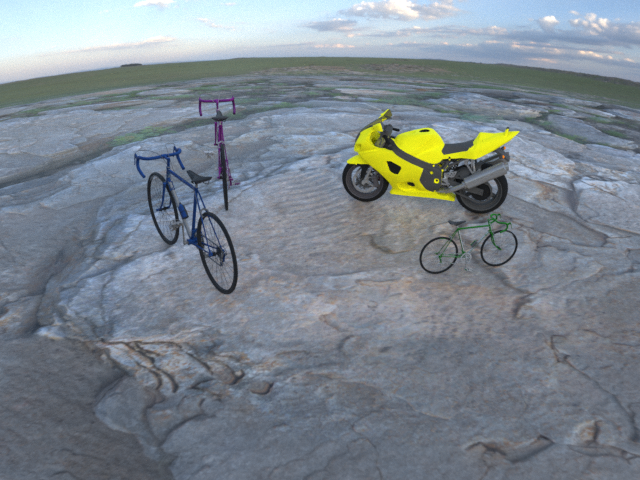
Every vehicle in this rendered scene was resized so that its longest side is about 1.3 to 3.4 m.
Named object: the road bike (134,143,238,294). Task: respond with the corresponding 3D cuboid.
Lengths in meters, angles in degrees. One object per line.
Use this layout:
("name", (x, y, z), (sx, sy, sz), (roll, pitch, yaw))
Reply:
("road bike", (-1.924, -0.375, 10.086), (0.697, 1.656, 3.004), (-17, 30, -30))

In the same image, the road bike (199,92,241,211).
("road bike", (-1.817, -1.704, 12.830), (0.696, 1.656, 3.004), (-4, 26, -9))

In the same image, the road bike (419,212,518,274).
("road bike", (2.170, 0.058, 10.116), (1.545, 0.852, 0.358), (-6, 27, -13))

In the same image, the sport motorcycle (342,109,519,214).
("sport motorcycle", (1.829, -1.307, 12.079), (2.955, 1.596, 0.983), (7, 27, 13))
